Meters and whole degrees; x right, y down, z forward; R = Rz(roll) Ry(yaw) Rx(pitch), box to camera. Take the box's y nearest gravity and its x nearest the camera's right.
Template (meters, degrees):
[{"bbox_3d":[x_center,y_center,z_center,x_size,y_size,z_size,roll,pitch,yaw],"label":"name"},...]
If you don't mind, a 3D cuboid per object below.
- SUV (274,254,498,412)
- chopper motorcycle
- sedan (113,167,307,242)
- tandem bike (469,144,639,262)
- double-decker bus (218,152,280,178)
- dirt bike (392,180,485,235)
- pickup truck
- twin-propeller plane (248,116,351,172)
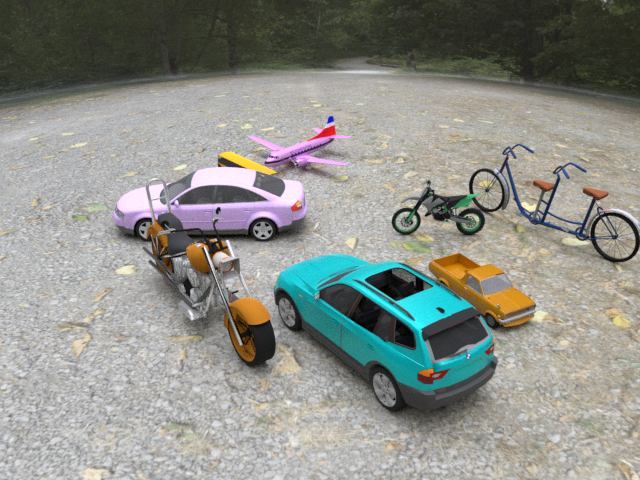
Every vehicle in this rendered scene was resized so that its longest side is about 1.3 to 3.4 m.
[{"bbox_3d":[0.649,0.818,8.183,1.276,1.128,3.058,-17,31,-31],"label":"SUV"},{"bbox_3d":[-1.465,0.325,8.786,0.906,1.480,3.040,-17,31,-31],"label":"chopper motorcycle"},{"bbox_3d":[-1.774,-0.640,11.360,3.137,0.940,1.235,0,26,-1],"label":"sedan"},{"bbox_3d":[3.618,-0.672,10.988,0.550,1.326,3.192,-20,33,-35],"label":"tandem bike"},{"bbox_3d":[-1.294,-1.153,12.853,0.389,0.541,1.672,-21,33,-35],"label":"double-decker bus"},{"bbox_3d":[1.891,-0.466,11.099,1.493,0.857,0.527,0,26,0],"label":"dirt bike"},{"bbox_3d":[2.136,0.596,9.333,0.640,0.511,1.603,-14,29,-26],"label":"pickup truck"},{"bbox_3d":[-0.364,-1.930,14.148,2.663,0.792,2.129,21,33,36],"label":"twin-propeller plane"}]
